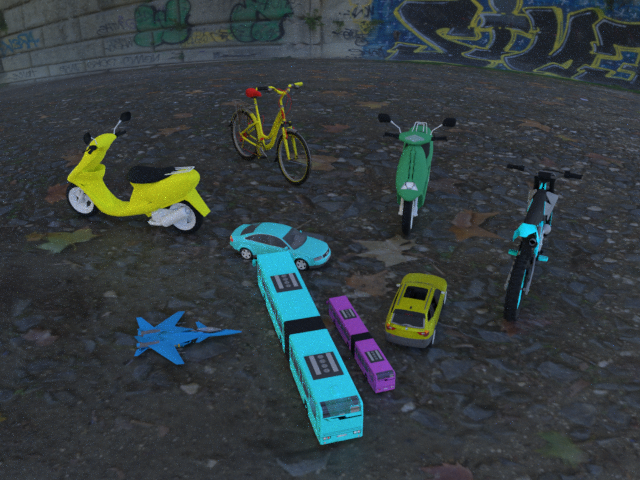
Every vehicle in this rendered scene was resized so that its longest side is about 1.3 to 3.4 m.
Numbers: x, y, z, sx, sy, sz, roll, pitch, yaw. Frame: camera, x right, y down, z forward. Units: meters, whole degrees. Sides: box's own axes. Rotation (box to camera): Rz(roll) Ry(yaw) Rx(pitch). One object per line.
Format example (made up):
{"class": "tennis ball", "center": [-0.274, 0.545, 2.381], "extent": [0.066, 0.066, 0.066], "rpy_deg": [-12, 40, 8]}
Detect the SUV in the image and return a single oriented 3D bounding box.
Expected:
{"class": "SUV", "center": [1.297, 0.839, 9.310], "extent": [0.656, 0.580, 1.572], "rpy_deg": [9, 30, 15]}

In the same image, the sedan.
{"class": "sedan", "center": [-0.617, 0.042, 10.874], "extent": [1.613, 0.483, 0.635], "rpy_deg": [11, 30, 19]}

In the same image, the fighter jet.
{"class": "fighter jet", "center": [-1.689, 1.172, 9.006], "extent": [1.358, 0.286, 1.147], "rpy_deg": [-4, 29, -8]}

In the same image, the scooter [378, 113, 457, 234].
{"class": "scooter", "center": [1.652, -1.400, 12.159], "extent": [1.288, 1.786, 2.721], "rpy_deg": [6, 29, 10]}

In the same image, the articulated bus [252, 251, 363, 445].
{"class": "articulated bus", "center": [-0.226, 1.160, 8.740], "extent": [0.605, 0.561, 3.401], "rpy_deg": [-8, 30, -14]}

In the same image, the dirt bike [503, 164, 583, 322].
{"class": "dirt bike", "center": [3.020, -0.131, 9.956], "extent": [1.024, 1.666, 2.903], "rpy_deg": [12, 31, 21]}

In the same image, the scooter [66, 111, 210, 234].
{"class": "scooter", "center": [-3.105, -1.047, 11.512], "extent": [2.721, 1.786, 1.288], "rpy_deg": [9, 30, 16]}

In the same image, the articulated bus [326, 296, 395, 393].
{"class": "articulated bus", "center": [0.494, 1.268, 8.827], "extent": [0.311, 0.289, 1.749], "rpy_deg": [-9, 30, -16]}

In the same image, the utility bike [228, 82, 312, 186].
{"class": "utility bike", "center": [-0.958, -2.241, 13.650], "extent": [1.039, 1.839, 2.791], "rpy_deg": [-21, 35, -33]}
